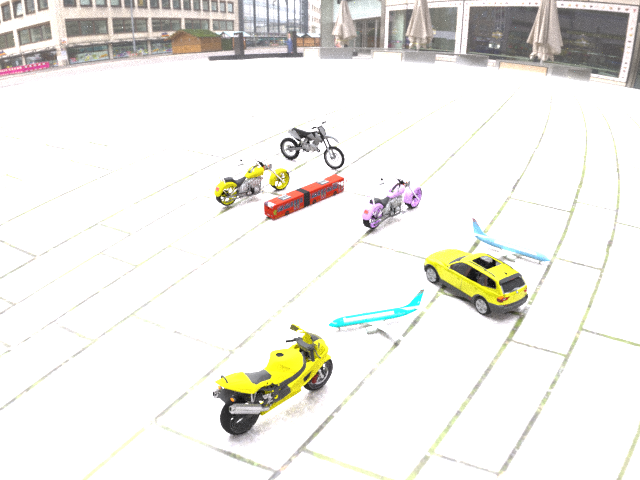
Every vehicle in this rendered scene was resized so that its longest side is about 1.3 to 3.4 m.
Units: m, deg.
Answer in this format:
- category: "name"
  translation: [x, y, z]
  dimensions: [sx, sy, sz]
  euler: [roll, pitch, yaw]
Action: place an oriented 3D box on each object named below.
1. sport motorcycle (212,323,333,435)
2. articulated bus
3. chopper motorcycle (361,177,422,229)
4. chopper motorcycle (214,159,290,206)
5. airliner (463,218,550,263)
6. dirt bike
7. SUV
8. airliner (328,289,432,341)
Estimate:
- category: "sport motorcycle"
  translation: [-0.441, 1.469, 7.388]
  dimensions: [1.520, 0.821, 0.506]
  euler: [-22, 35, -35]
- category: "articulated bus"
  translation: [-0.240, -0.769, 12.215]
  dimensions: [0.311, 0.289, 1.749]
  euler: [25, 37, 39]
- category: "chopper motorcycle"
  translation: [1.221, -0.704, 11.584]
  dimensions: [0.466, 0.761, 1.563]
  euler: [22, 35, 36]
- category: "chopper motorcycle"
  translation: [-1.179, -1.089, 12.316]
  dimensions: [1.563, 0.761, 0.466]
  euler: [-22, 35, -35]
- category: "airliner"
  translation: [2.855, 0.016, 10.571]
  dimensions: [1.307, 0.429, 1.161]
  euler: [19, 33, 31]
- category: "dirt bike"
  translation: [-0.161, -1.888, 13.733]
  dimensions: [1.493, 0.857, 0.527]
  euler: [16, 32, 27]
- category: "SUV"
  translation: [2.107, 0.465, 9.556]
  dimensions: [0.656, 0.580, 1.572]
  euler: [-17, 32, -30]
- category: "airliner"
  translation: [0.734, 0.888, 8.913]
  dimensions: [1.307, 0.429, 1.161]
  euler: [-7, 29, -13]
